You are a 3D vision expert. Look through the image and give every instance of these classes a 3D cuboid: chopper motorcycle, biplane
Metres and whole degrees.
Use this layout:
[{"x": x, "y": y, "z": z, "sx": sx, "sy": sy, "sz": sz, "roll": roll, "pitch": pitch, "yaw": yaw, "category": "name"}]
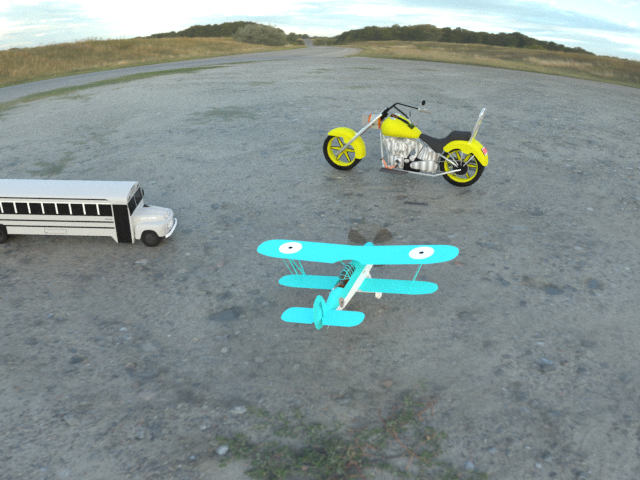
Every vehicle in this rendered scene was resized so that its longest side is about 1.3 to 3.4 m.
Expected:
[{"x": 1.481, "y": -1.786, "z": 12.417, "sx": 3.040, "sy": 1.480, "sz": 0.906, "roll": 12, "pitch": 30, "yaw": 22, "category": "chopper motorcycle"}, {"x": 0.294, "y": 0.508, "z": 8.566, "sx": 2.598, "sy": 0.981, "sz": 2.120, "roll": 10, "pitch": 29, "yaw": 19, "category": "biplane"}]

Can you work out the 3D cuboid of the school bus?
[{"x": -3.855, "y": -0.441, "z": 10.529, "sx": 3.322, "sy": 0.844, "sz": 0.709, "roll": 1, "pitch": 28, "yaw": 2, "category": "school bus"}]
